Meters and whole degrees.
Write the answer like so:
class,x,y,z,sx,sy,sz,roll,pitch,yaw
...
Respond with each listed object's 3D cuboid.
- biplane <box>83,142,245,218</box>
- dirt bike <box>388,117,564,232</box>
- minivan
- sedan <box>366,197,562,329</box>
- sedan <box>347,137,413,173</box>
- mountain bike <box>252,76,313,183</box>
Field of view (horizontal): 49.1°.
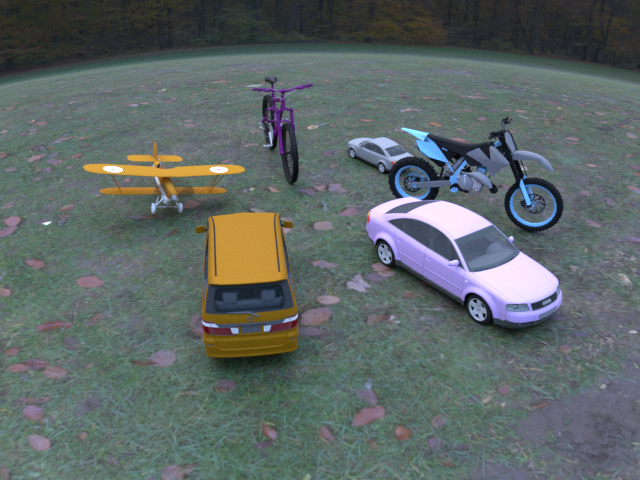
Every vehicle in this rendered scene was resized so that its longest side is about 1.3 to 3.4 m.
class,x,y,z,sx,sy,sz,roll,pitch,yaw
biplane,-2.626,-1.074,11.927,2.598,0.981,2.120,-10,30,-18
dirt bike,2.477,-1.095,11.250,2.903,1.666,1.024,14,31,24
minivan,-0.960,0.305,9.172,1.324,1.197,3.011,-3,29,-6
sedan,1.925,0.141,9.741,1.235,0.940,3.137,-19,34,-31
sedan,1.150,-1.745,13.679,0.635,0.483,1.613,-19,34,-31
mountain bike,-0.797,-2.253,13.351,1.114,1.688,2.857,-7,29,-13
